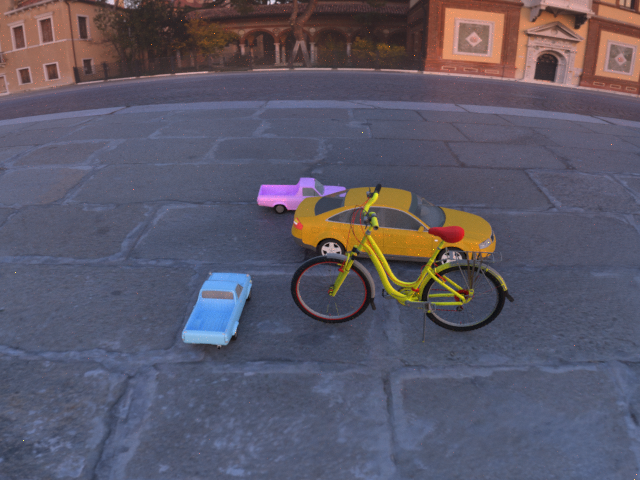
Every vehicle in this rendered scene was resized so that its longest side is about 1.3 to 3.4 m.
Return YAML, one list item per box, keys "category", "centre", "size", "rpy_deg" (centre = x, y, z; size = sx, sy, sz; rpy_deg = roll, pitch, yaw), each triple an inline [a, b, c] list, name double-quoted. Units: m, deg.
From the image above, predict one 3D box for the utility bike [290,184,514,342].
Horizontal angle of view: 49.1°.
- category: "utility bike"
  centre: [1.000, 0.373, 8.517]
  size: [2.791, 1.839, 1.039]
  rpy_deg: [3, 26, 5]

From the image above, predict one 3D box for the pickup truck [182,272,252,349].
- category: "pickup truck"
  centre: [-1.309, 0.834, 9.081]
  size: [0.640, 0.511, 1.603]
  rpy_deg: [2, 26, 5]

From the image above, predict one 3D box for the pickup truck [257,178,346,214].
- category: "pickup truck"
  centre: [-0.307, -0.805, 12.402]
  size: [1.603, 0.511, 0.640]
  rpy_deg: [1, 26, 1]

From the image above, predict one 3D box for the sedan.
- category: "sedan"
  centre: [1.128, -0.258, 10.810]
  size: [3.137, 0.940, 1.235]
  rpy_deg: [4, 27, 9]
